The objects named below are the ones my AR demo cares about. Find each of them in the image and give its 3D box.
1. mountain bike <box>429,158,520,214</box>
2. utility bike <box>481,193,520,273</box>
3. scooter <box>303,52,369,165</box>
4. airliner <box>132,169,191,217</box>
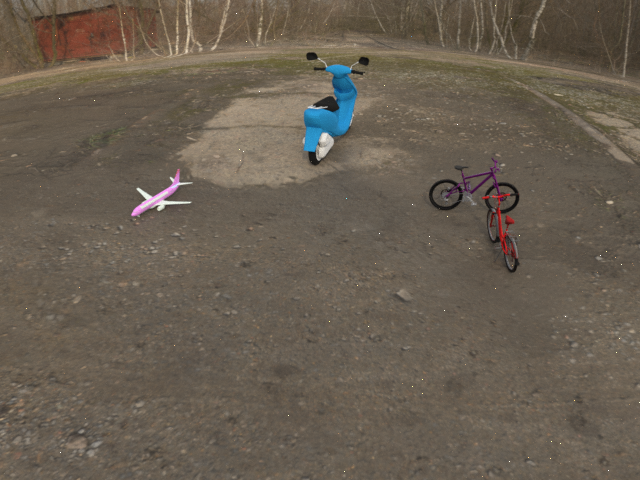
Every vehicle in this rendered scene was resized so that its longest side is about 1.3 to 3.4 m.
[{"bbox_3d":[2.539,-0.853,11.479,1.469,0.868,0.573,4,30,7],"label":"mountain bike"},{"bbox_3d":[2.620,-0.170,10.188,0.535,0.946,1.435,-2,30,-4],"label":"utility bike"},{"bbox_3d":[0.240,-2.675,13.775,1.288,1.786,2.721,10,31,16],"label":"scooter"},{"bbox_3d":[-2.743,-0.783,11.801,1.161,0.429,1.307,15,33,25],"label":"airliner"}]
